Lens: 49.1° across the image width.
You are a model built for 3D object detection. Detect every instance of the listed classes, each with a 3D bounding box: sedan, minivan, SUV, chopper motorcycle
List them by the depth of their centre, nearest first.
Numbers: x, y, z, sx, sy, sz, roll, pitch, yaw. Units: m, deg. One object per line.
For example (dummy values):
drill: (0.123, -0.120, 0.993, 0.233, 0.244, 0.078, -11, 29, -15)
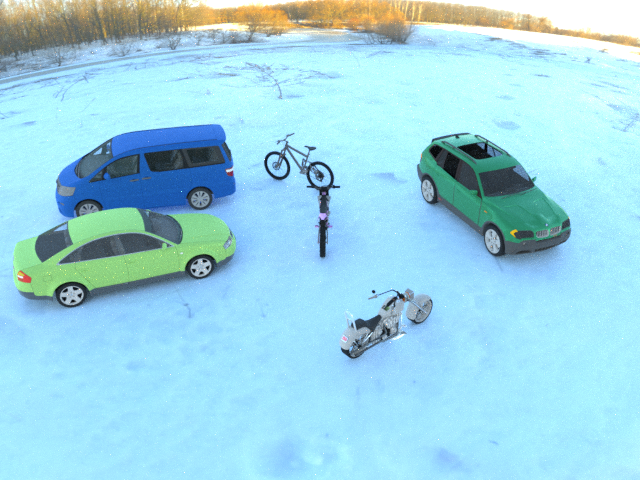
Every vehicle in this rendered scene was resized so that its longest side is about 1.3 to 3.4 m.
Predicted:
chopper motorcycle: (0.866, 0.942, 8.798, 1.563, 0.761, 0.466, -23, 38, -34)
sedan: (-2.773, 0.080, 10.084, 3.137, 0.940, 1.235, -12, 33, -19)
SUV: (2.766, -0.838, 11.454, 1.276, 1.128, 3.058, -13, 33, -20)
minivan: (-2.992, -1.189, 11.982, 3.011, 1.197, 1.324, -8, 31, -13)

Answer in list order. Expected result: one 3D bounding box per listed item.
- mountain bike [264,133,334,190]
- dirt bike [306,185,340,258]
mountain bike: (-0.394, -1.392, 12.649, 1.469, 0.868, 0.573, 16, 34, 25)
dirt bike: (0.049, -0.395, 10.971, 0.527, 0.857, 1.493, 1, 31, 1)
